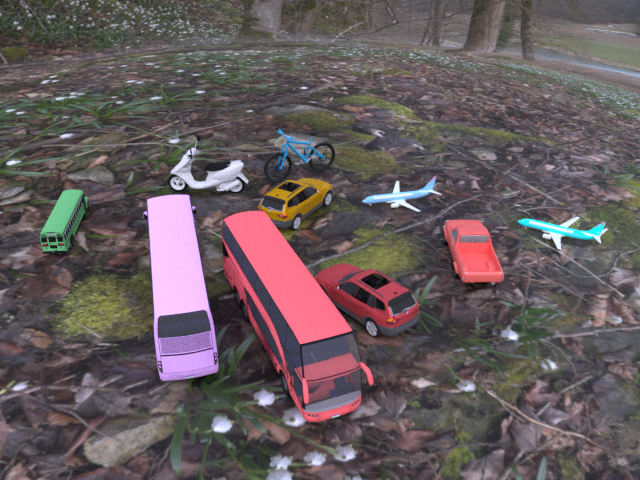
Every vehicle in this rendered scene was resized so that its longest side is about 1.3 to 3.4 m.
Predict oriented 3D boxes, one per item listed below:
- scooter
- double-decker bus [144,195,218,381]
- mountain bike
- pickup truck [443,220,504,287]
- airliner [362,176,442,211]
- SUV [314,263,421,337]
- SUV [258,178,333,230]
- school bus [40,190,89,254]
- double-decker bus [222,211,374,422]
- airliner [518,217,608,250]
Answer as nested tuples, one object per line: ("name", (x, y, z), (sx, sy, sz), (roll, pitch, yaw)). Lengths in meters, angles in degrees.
("scooter", (-1.934, -1.229, 11.961), (1.399, 0.919, 0.662), (2, 30, 4))
("double-decker bus", (-1.825, 0.431, 8.962), (0.756, 1.052, 3.251), (-7, 31, -12))
("mountain bike", (-0.357, -1.540, 12.550), (1.469, 0.868, 0.573), (-17, 34, -27))
("pickup truck", (2.186, 0.110, 10.056), (0.640, 0.511, 1.603), (0, 30, 0))
("airliner", (1.341, -0.815, 11.736), (1.307, 0.429, 1.161), (-6, 31, -10))
("SUV", (0.579, 0.675, 9.012), (0.656, 0.580, 1.572), (-23, 37, -34))
("SUV", (-0.386, -0.685, 11.361), (0.656, 0.580, 1.572), (17, 34, 27))
("school bus", (-3.950, -0.342, 10.915), (0.365, 0.434, 1.708), (-2, 30, -4))
("double-decker bus", (-0.421, 0.800, 8.325), (0.756, 1.052, 3.251), (-12, 32, -19))
("airliner", (3.689, -0.233, 10.731), (1.307, 0.429, 1.161), (17, 34, 26))
